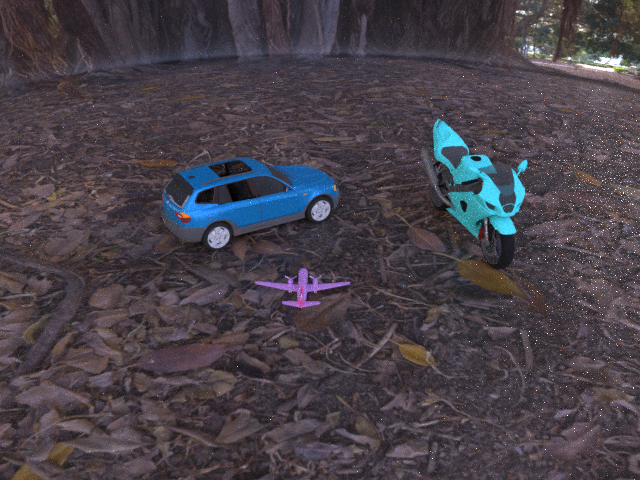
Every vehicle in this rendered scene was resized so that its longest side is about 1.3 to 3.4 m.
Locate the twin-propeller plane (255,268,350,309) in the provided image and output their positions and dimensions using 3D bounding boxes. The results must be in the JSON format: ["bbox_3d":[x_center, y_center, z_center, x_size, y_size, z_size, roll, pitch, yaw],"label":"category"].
[{"bbox_3d":[-0.251,0.636,9.995,1.370,0.407,1.095,0,29,1],"label":"twin-propeller plane"}]

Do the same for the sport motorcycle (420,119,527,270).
[{"bbox_3d":[2.433,-0.799,11.339,0.983,1.596,2.955,-7,30,-12],"label":"sport motorcycle"}]

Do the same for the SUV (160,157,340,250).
[{"bbox_3d":[-1.144,-0.789,11.800,3.058,1.128,1.276,-16,33,-26],"label":"SUV"}]
